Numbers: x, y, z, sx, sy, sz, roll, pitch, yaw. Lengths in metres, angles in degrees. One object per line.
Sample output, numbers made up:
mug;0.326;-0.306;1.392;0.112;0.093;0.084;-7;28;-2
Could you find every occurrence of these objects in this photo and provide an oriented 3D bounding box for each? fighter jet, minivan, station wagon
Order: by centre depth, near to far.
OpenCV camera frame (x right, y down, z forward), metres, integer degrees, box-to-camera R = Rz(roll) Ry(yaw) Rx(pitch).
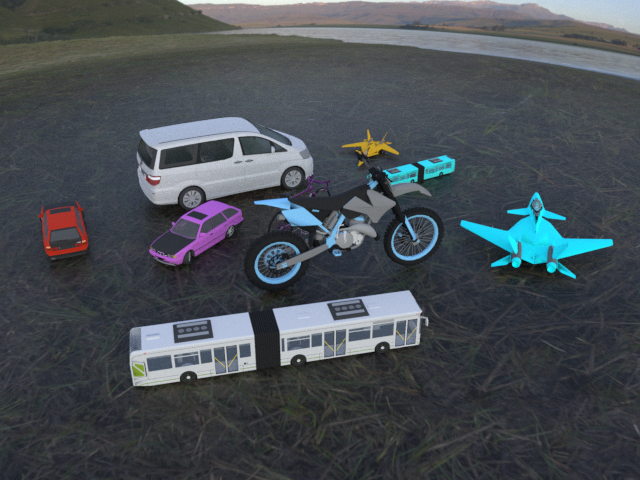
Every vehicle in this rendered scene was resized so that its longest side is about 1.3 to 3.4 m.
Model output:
station wagon;-1.848;-0.152;10.514;0.682;0.473;1.597;18;34;28
station wagon;-3.930;-0.258;10.701;0.682;0.473;1.597;-11;31;-19
fighter jet;3.324;-0.332;10.747;2.229;0.557;2.640;8;30;14
minivan;-1.586;-1.437;12.051;3.011;1.197;1.324;-14;32;-23
fighter jet;0.944;-1.770;13.564;1.147;0.286;1.358;10;31;17

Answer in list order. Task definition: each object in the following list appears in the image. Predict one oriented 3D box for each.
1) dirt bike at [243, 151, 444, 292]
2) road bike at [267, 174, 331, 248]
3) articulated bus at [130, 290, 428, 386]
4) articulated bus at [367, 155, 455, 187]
dirt bike;0.373;-0.211;9.407;2.903;1.666;1.024;-9;31;-16
road bike;-0.297;-0.466;10.685;0.358;0.852;1.545;21;35;32
articulated bus;-0.457;1.130;8.157;3.401;0.561;0.605;-7;30;-12
articulated bus;1.658;-1.201;12.557;1.749;0.289;0.311;-16;33;-26
